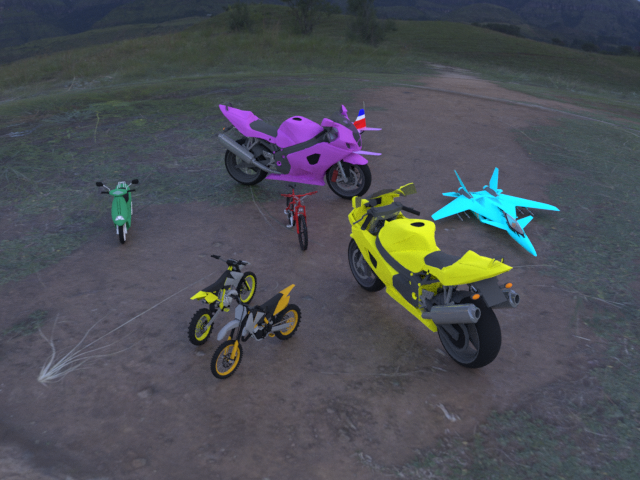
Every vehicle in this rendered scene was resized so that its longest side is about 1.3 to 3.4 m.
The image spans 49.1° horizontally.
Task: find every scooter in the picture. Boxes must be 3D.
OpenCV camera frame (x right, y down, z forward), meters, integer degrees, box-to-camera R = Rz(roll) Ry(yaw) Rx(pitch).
[{"bbox_3d":[-3.240,-0.598,11.410,0.662,0.919,1.399,-5,27,-10],"label":"scooter"}]

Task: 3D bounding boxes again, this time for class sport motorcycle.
[{"bbox_3d":[1.213,0.363,8.691,0.983,1.596,2.955,-15,30,-28],"label":"sport motorcycle"},{"bbox_3d":[-0.470,-1.634,12.747,2.955,1.596,0.983,9,28,18],"label":"sport motorcycle"}]

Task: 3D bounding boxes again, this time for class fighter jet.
[{"bbox_3d":[3.012,-0.485,11.591,2.229,0.557,2.640,-4,27,-9],"label":"fighter jet"}]

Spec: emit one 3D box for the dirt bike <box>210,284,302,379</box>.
[{"bbox_3d":[-0.724,1.014,8.207,0.527,0.857,1.493,20,33,35],"label":"dirt bike"}]

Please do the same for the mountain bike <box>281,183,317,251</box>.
[{"bbox_3d":[-0.378,-0.447,11.161,0.573,0.868,1.469,-6,27,-12],"label":"mountain bike"}]

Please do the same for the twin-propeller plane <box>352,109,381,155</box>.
[{"bbox_3d":[0.325,-2.194,14.797,2.663,0.792,2.129,21,33,36],"label":"twin-propeller plane"}]

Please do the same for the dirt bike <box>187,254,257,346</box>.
[{"bbox_3d":[-1.225,0.682,8.881,0.527,0.857,1.493,13,29,24],"label":"dirt bike"}]
